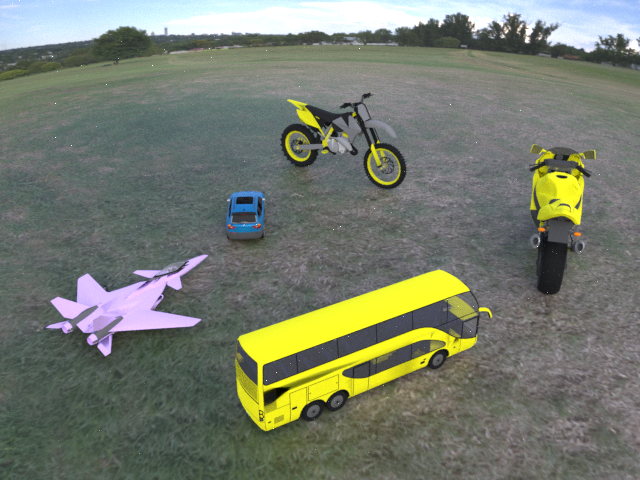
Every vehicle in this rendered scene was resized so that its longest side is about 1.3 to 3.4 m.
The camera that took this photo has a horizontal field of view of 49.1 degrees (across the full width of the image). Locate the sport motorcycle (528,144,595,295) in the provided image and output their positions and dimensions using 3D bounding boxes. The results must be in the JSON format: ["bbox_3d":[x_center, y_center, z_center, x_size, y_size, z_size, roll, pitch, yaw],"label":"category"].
[{"bbox_3d":[3.618,-0.407,10.756,0.983,1.596,2.955,8,30,14],"label":"sport motorcycle"}]

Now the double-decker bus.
[{"bbox_3d":[0.573,1.219,8.339,3.251,1.052,0.756,-16,32,-27],"label":"double-decker bus"}]

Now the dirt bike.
[{"bbox_3d":[0.412,-1.993,13.595,2.903,1.666,1.024,18,33,30],"label":"dirt bike"}]

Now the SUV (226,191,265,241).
[{"bbox_3d":[-1.268,-0.511,12.009,0.656,0.580,1.572,-2,29,-3],"label":"SUV"}]

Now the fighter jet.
[{"bbox_3d":[-2.474,0.619,9.957,2.229,0.557,2.640,17,33,28],"label":"fighter jet"}]
